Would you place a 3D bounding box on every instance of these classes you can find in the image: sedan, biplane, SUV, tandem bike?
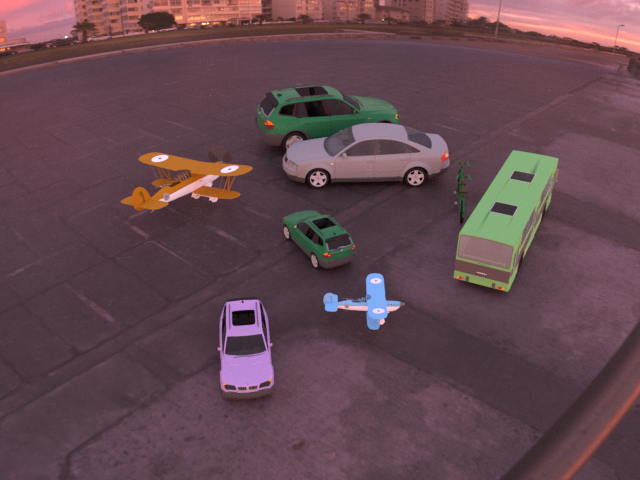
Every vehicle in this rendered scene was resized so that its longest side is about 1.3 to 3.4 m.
[{"bbox_3d":[0.861,-1.650,13.167,3.137,0.940,1.235,-1,31,-2],"label":"sedan"},{"bbox_3d":[0.592,0.852,9.411,1.090,0.504,1.336,1,31,2],"label":"biplane"},{"bbox_3d":[-0.029,-0.105,10.935,0.656,0.580,1.572,-15,34,-24],"label":"SUV"},{"bbox_3d":[-2.378,-0.947,11.953,2.598,0.981,2.120,21,37,31],"label":"biplane"},{"bbox_3d":[0.172,-2.617,14.599,3.058,1.128,1.276,-9,32,-14],"label":"SUV"},{"bbox_3d":[-0.921,1.287,8.610,0.656,0.580,1.572,-4,31,-6],"label":"SUV"},{"bbox_3d":[2.462,-0.897,12.160,0.283,0.682,1.642,4,31,7],"label":"tandem bike"}]

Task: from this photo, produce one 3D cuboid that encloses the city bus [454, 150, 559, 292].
[{"bbox_3d":[3.004,-0.366,11.067,0.926,0.894,3.255,14,34,23],"label":"city bus"}]
